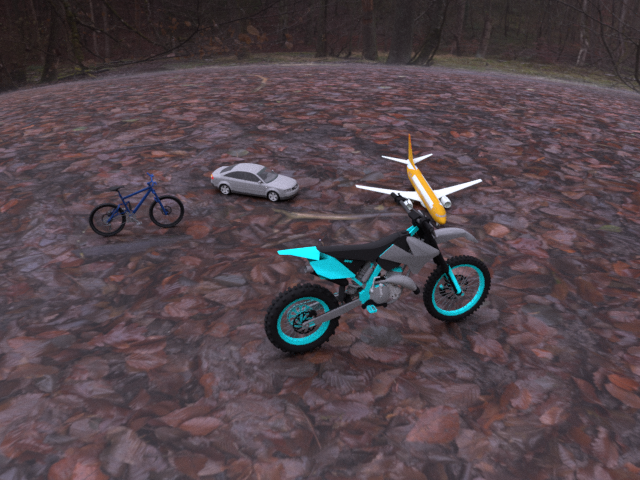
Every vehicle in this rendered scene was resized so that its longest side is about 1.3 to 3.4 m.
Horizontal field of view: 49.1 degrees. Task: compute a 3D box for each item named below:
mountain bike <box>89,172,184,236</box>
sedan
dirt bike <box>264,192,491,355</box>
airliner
[{"bbox_3d":[-2.864,-0.520,10.921,1.469,0.868,0.573,-9,28,-17],"label":"mountain bike"},{"bbox_3d":[-1.156,-1.068,12.430,1.613,0.483,0.635,9,28,18],"label":"sedan"},{"bbox_3d":[0.743,0.419,8.180,2.903,1.666,1.024,-9,28,-17],"label":"dirt bike"},{"bbox_3d":[1.784,-1.037,11.980,2.257,0.835,2.541,-3,27,-6],"label":"airliner"}]
